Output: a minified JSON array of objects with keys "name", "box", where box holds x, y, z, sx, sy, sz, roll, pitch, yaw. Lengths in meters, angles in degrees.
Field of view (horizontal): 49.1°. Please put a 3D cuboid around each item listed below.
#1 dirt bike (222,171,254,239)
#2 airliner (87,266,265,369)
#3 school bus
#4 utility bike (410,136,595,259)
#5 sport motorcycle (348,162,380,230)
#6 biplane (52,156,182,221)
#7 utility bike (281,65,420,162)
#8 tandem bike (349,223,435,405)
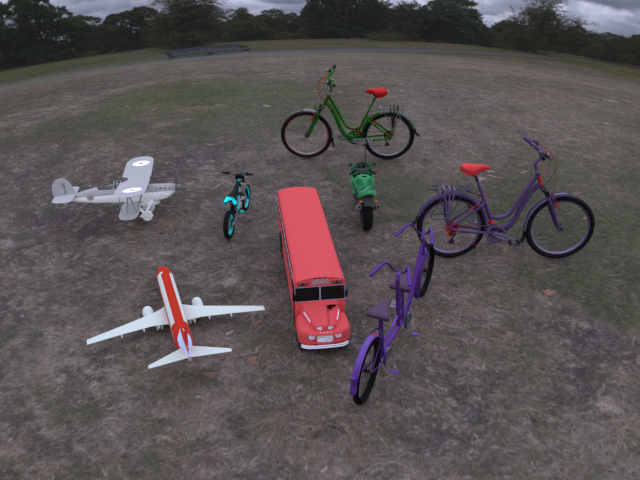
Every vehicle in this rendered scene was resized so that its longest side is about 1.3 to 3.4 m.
[{"name":"dirt bike","box":[-1.392,-0.671,11.676,0.527,0.857,1.493,5,30,8]},{"name":"airliner","box":[-1.901,0.785,9.092,2.257,0.835,2.541,-10,31,-17]},{"name":"school bus","box":[-0.148,0.303,9.945,0.709,0.844,3.322,-4,29,-7]},{"name":"utility bike","box":[2.764,-0.599,10.541,2.791,1.839,1.039,1,29,1]},{"name":"sport motorcycle","box":[0.750,-0.792,11.931,0.506,0.821,1.520,-1,29,-3]},{"name":"biplane","box":[-3.393,-0.815,11.808,2.120,0.981,2.598,-4,29,-8]},{"name":"utility bike","box":[0.600,-2.394,13.756,2.791,1.839,1.039,1,29,2]},{"name":"tandem bike","box":[0.979,0.732,8.683,0.550,1.326,3.192,12,31,20]}]
